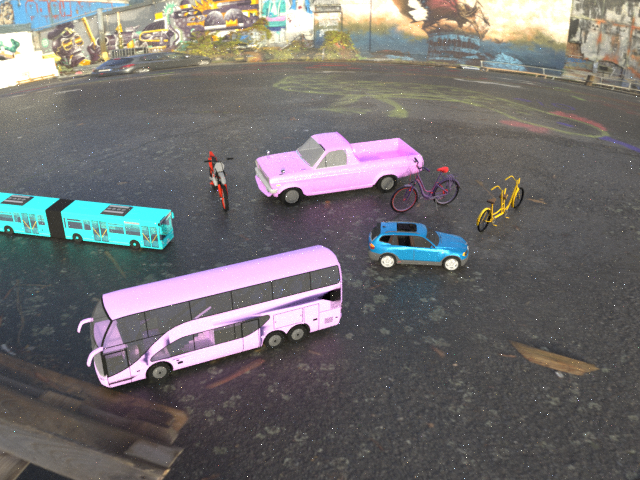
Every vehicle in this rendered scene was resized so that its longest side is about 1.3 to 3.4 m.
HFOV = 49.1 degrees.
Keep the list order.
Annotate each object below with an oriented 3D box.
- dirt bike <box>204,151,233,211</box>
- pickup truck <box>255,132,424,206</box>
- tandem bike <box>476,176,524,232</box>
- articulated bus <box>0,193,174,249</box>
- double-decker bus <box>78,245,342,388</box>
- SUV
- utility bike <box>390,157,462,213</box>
[{"bbox_3d":[-1.848,-1.134,12.750,0.527,0.857,1.493,-9,29,-16],"label":"dirt bike"},{"bbox_3d":[0.352,-1.462,13.219,3.117,0.993,1.244,-9,29,-17],"label":"pickup truck"},{"bbox_3d":[3.129,-0.654,12.039,0.283,0.682,1.642,23,35,36],"label":"tandem bike"},{"bbox_3d":[-4.068,-0.331,11.563,3.401,0.561,0.605,6,29,11],"label":"articulated bus"},{"bbox_3d":[-1.275,0.923,8.699,3.251,1.052,0.756,-13,31,-22],"label":"double-decker bus"},{"bbox_3d":[1.510,0.059,10.814,1.572,0.580,0.656,2,28,5],"label":"SUV"},{"bbox_3d":[1.916,-0.947,12.306,1.435,0.946,0.535,-11,30,-19],"label":"utility bike"}]
